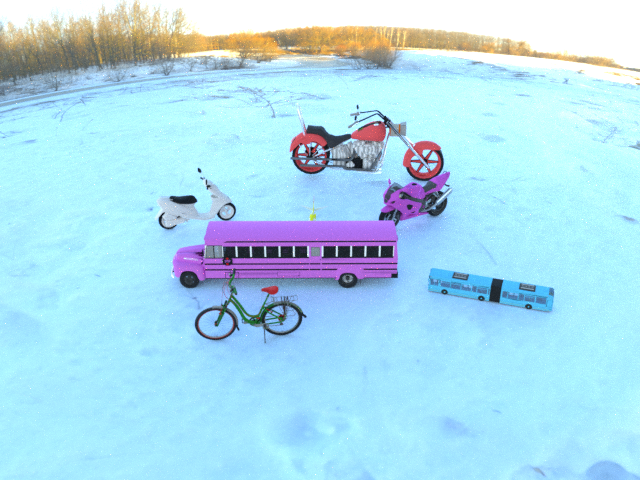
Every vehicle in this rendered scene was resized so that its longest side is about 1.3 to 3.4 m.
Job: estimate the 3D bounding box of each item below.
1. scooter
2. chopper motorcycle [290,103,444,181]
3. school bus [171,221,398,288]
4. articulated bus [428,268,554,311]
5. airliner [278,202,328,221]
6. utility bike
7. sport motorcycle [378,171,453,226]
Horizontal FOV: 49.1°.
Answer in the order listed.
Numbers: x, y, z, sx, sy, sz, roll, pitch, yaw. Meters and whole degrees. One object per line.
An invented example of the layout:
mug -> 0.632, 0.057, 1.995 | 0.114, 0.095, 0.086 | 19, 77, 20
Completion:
scooter -> -2.125, -0.674, 11.898 | 1.399, 0.919, 0.662 | -10, 29, -18
chopper motorcycle -> 0.913, -1.914, 13.689 | 3.040, 1.480, 0.906 | 2, 27, 4
school bus -> -0.529, 0.182, 10.319 | 3.322, 0.844, 0.709 | 0, 27, 0
articulated bus -> 2.398, 0.697, 9.926 | 1.749, 0.289, 0.311 | 9, 29, 17
airliner -> -0.152, -0.318, 11.742 | 1.161, 0.429, 1.307 | 2, 27, 4
utility bike -> -0.875, 0.885, 8.846 | 1.435, 0.946, 0.535 | -4, 28, -7
sport motorcycle -> 1.629, -0.683, 12.021 | 1.520, 0.821, 0.506 | -17, 32, -29
